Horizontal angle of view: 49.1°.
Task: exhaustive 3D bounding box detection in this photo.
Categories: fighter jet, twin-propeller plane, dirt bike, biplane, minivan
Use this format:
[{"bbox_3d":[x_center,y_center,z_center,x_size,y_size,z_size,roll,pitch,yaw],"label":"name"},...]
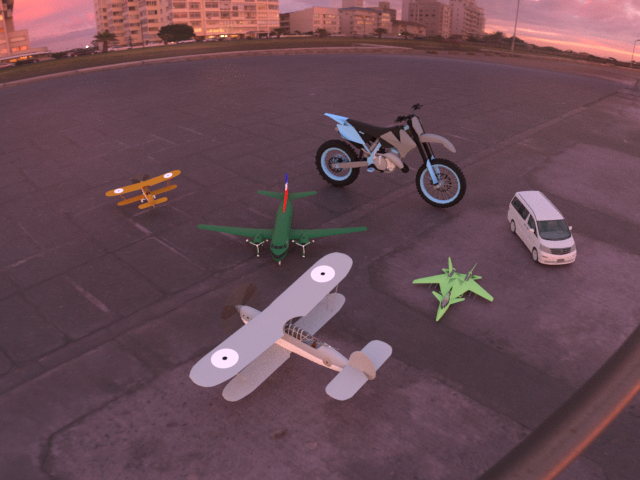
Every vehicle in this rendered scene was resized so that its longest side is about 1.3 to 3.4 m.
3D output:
[{"bbox_3d":[1.820,0.696,9.745,1.147,0.286,1.358,12,31,21],"label":"fighter jet"},{"bbox_3d":[-0.588,-0.340,11.101,2.663,0.792,2.129,1,29,2],"label":"twin-propeller plane"},{"bbox_3d":[1.213,-1.529,12.354,2.903,1.666,1.024,14,32,24],"label":"dirt bike"},{"bbox_3d":[-3.033,-0.805,12.243,1.336,0.504,1.090,-12,31,-21],"label":"biplane"},{"bbox_3d":[-0.247,1.195,8.120,2.120,0.981,2.598,21,35,33],"label":"biplane"},{"bbox_3d":[3.498,-0.204,11.037,0.681,0.616,1.548,-3,29,-6],"label":"minivan"}]
